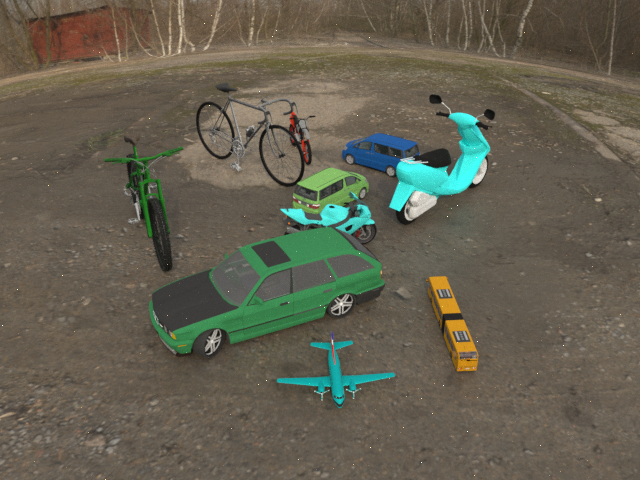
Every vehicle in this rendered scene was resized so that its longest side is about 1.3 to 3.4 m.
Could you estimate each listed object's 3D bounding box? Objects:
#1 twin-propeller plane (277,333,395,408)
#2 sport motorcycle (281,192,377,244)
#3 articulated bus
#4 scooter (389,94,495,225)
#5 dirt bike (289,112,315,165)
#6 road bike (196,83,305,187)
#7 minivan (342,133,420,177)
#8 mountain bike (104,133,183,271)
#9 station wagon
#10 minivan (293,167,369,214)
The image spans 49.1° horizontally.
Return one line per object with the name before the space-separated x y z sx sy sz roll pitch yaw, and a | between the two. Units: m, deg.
twin-propeller plane | 0.180 1.513 8.152 1.370 0.407 1.095 -2 30 -4
sport motorcycle | 0.149 -0.234 10.766 1.520 0.821 0.506 -7 31 -11
articulated bus | 1.698 1.042 9.087 0.311 0.289 1.749 -2 30 -4
scooter | 2.127 -1.390 11.802 1.288 1.786 2.721 26 39 37
dirt bike | -0.391 -2.112 13.984 0.527 0.857 1.493 -9 31 -15
road bike | -1.378 -2.044 13.066 3.004 1.656 0.696 25 38 36
minivan | 1.157 -1.707 13.523 1.548 0.616 0.681 21 36 31
mountain bike | -2.699 -0.742 10.778 1.114 1.688 2.857 -12 32 -20
station wagon | -0.700 0.575 9.264 3.105 0.920 1.327 -14 33 -23
minivan | 0.217 -0.893 12.112 0.681 0.616 1.548 23 37 34
